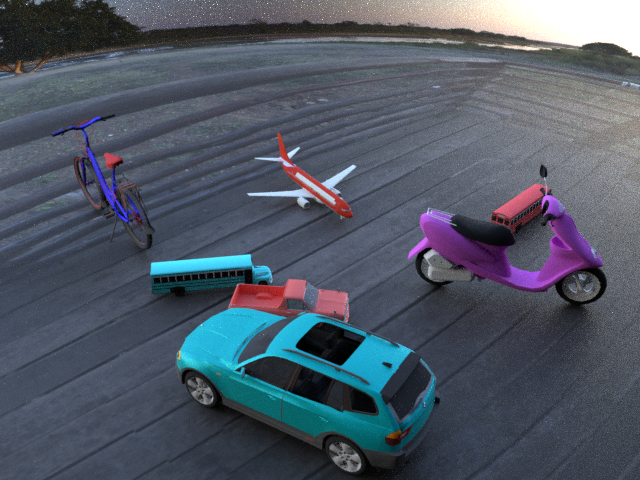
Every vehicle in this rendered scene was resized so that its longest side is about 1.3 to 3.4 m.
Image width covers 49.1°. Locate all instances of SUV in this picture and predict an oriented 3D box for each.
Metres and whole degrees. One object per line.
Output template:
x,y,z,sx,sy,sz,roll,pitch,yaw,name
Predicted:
-0.199,1.433,7.767,3.058,1.128,1.276,17,35,26,SUV

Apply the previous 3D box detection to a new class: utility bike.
-3.457,-0.940,11.091,1.039,1.839,2.791,-23,37,-33,utility bike

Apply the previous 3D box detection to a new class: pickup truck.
-0.408,0.840,9.381,1.603,0.511,0.640,3,31,6,pickup truck

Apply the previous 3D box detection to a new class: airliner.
-0.143,-1.132,12.406,2.257,0.835,2.541,-18,35,-27,airliner

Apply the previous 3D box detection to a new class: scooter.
2.596,-0.009,9.566,2.721,1.786,1.288,7,31,12,scooter

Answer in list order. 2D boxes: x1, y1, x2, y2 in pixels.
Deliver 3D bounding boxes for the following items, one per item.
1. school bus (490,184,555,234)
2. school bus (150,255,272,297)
3.457,-0.542,11.799,0.365,0.434,1.708,25,39,36,school bus
-1.547,0.497,10.038,1.708,0.434,0.365,-5,31,-8,school bus
